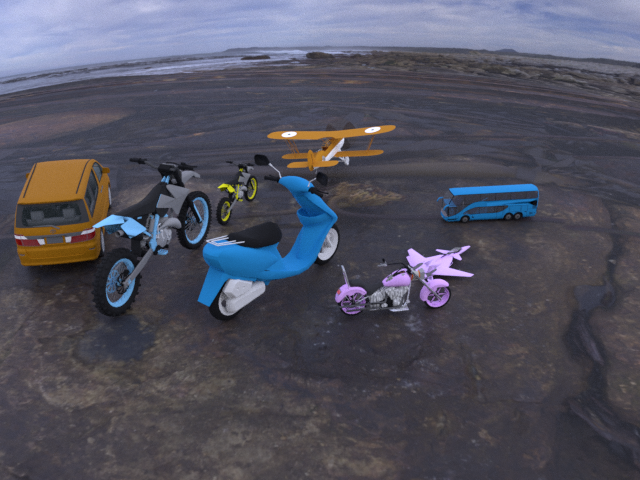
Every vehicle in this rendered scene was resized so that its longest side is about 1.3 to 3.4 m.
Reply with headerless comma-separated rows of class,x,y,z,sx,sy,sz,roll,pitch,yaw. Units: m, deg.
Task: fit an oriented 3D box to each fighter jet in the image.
fighter jet,1.851,0.232,10.416,1.358,0.286,1.147,-24,35,-39

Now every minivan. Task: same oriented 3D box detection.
minivan,-4.031,-0.642,11.142,1.324,1.197,3.011,-5,27,-10

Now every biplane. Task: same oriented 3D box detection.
biplane,0.090,-1.731,13.553,2.598,0.981,2.120,8,28,16

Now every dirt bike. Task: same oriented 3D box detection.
dirt bike,-2.290,-0.213,9.765,1.024,1.666,2.903,10,28,18
dirt bike,-1.418,-0.872,11.979,0.527,0.857,1.493,9,28,18

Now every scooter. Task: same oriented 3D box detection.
scooter,-0.589,-0.101,9.407,1.288,1.786,2.721,20,33,35

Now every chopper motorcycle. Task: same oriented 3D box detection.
chopper motorcycle,0.971,0.608,9.137,1.563,0.761,0.466,-5,27,-10

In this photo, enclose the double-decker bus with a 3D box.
double-decker bus,2.839,-0.621,11.832,1.672,0.541,0.389,-4,27,-7
